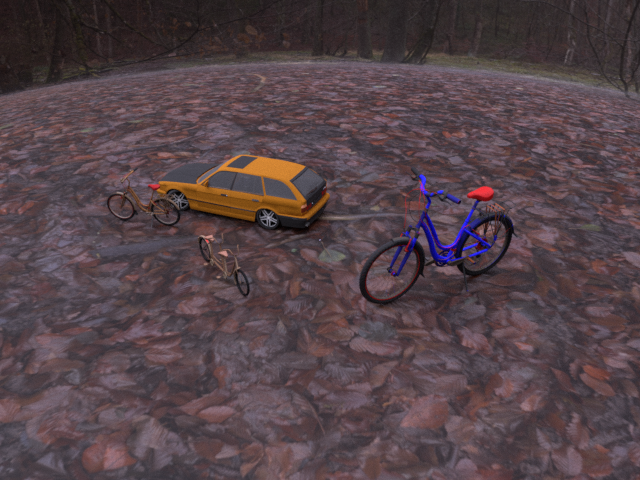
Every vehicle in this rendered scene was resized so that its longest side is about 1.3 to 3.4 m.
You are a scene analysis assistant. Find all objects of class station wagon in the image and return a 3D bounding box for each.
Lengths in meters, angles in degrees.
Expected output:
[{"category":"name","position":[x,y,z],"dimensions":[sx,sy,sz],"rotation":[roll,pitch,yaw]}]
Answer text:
[{"category":"station wagon","position":[-1.422,-0.987,12.503],"dimensions":[3.105,0.920,1.327],"rotation":[11,30,20]}]

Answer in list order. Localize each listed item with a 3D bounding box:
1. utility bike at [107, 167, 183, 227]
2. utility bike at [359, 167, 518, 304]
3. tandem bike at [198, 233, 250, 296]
[{"category":"utility bike","position":[-3.029,-0.680,11.901],"dimensions":[1.435,0.946,0.535],"rotation":[7,29,13]},{"category":"utility bike","position":[1.811,-0.057,9.777],"dimensions":[2.791,1.839,1.039],"rotation":[-14,31,-25]},{"category":"tandem bike","position":[-1.460,0.250,10.432],"dimensions":[0.283,0.682,1.642],"rotation":[-18,33,-30]}]
